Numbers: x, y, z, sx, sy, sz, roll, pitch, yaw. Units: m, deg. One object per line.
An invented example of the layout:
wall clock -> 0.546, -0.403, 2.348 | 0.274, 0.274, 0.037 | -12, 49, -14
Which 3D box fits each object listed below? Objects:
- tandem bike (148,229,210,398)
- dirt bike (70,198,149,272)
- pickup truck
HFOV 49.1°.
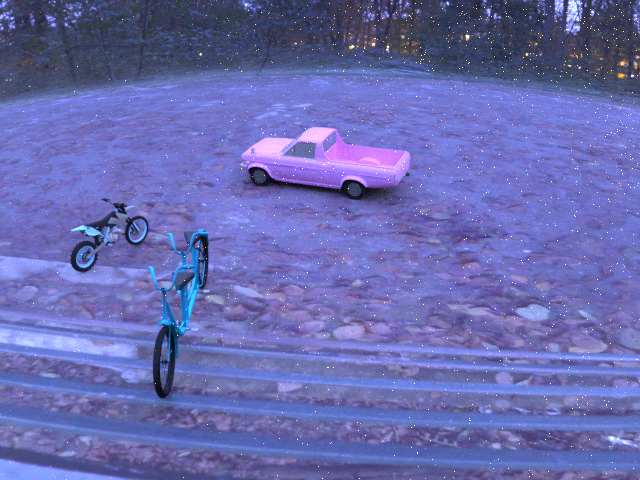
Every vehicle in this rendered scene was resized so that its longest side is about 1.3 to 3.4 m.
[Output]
tandem bike -> -1.657, 0.546, 8.541 | 0.550, 1.326, 3.192 | 0, 26, 1
dirt bike -> -3.137, -0.130, 10.440 | 0.527, 0.857, 1.493 | 16, 30, 29
pickup truck -> 0.091, -1.525, 13.116 | 3.117, 0.993, 1.244 | 9, 28, 18
